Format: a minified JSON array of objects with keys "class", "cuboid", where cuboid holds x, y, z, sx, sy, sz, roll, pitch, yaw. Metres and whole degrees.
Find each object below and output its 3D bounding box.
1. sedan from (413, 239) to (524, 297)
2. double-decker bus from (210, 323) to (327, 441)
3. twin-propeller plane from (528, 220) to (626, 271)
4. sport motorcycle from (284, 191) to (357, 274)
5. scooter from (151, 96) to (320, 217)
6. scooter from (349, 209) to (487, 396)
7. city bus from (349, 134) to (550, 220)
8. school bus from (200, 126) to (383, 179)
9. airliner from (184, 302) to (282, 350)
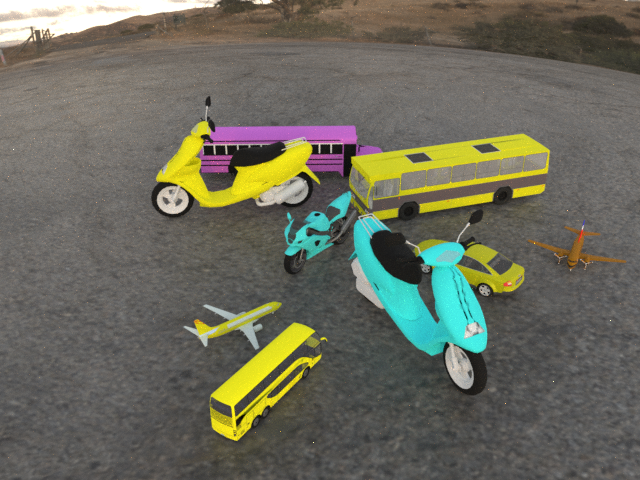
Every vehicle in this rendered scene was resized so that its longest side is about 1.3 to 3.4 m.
[{"class":"sedan","cuboid":[2.025,0.298,9.709,1.613,0.483,0.635,21,36,32]},{"class":"double-decker bus","cuboid":[-0.535,1.474,7.615,0.389,0.541,1.672,18,35,28]},{"class":"twin-propeller plane","cuboid":[3.731,0.086,10.151,1.370,0.407,1.095,14,33,22]},{"class":"sport motorcycle","cuboid":[-0.018,-0.110,10.077,0.506,0.821,1.520,21,36,32]},{"class":"scooter","cuboid":[-1.350,-1.248,11.082,2.721,1.786,1.288,-5,30,-9]},{"class":"scooter","cuboid":[1.103,0.436,8.167,1.288,1.786,2.721,-15,33,-24]},{"class":"city bus","cuboid":[2.141,-1.025,11.588,3.255,0.894,0.926,-10,31,-16]},{"class":"school bus","cuboid":[-0.471,-1.590,12.616,3.322,0.844,0.709,-1,30,-1]},{"class":"airliner","cuboid":[-0.998,0.931,8.667,1.307,0.429,1.161,-23,37,-34]}]
